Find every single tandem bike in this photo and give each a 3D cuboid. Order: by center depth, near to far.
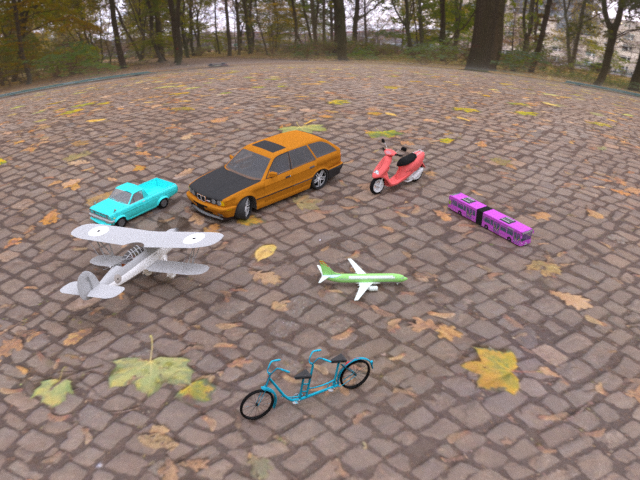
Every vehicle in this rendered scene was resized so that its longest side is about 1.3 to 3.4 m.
[{"bbox_3d":[-0.122,1.542,7.774,1.642,0.682,0.283,-13,30,-23],"label":"tandem bike"}]

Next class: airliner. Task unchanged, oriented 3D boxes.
[{"bbox_3d":[0.618,0.468,10.067,1.307,0.429,1.161,-1,28,-2],"label":"airliner"}]

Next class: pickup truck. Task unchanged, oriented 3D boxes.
[{"bbox_3d":[-3.238,-0.722,12.225,0.640,0.511,1.603,18,33,31],"label":"pickup truck"}]

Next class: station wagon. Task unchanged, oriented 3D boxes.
[{"bbox_3d":[-0.978,-1.283,12.844,1.327,0.920,3.105,24,36,38],"label":"station wagon"}]

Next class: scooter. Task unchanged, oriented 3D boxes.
[{"bbox_3d":[1.474,-1.418,13.100,1.399,0.919,0.662,-20,34,-33],"label":"scooter"}]

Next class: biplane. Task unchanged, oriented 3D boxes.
[{"bbox_3d":[-2.635,0.301,9.794,2.598,0.981,2.120,13,30,22],"label":"biplane"}]

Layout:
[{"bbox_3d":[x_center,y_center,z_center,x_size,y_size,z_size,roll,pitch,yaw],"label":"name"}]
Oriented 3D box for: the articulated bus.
[{"bbox_3d":[2.839,-0.368,11.794,0.311,0.289,1.749,-17,32,-28],"label":"articulated bus"}]
